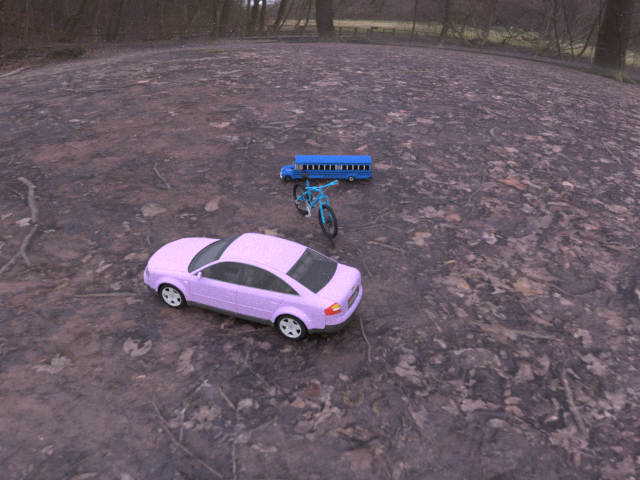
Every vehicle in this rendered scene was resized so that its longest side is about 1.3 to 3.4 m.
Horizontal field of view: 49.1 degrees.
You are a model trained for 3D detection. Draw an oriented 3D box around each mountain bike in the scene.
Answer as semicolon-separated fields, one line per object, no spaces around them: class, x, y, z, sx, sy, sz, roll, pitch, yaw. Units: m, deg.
mountain bike;-0.096;-0.629;11.490;0.573;0.868;1.469;-16;34;-25

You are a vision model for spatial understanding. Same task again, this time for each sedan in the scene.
sedan;-0.971;0.457;9.591;3.137;0.940;1.235;12;33;19

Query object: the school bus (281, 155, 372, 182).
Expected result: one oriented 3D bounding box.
school bus;0.111;-1.346;13.123;1.708;0.434;0.365;0;31;1
